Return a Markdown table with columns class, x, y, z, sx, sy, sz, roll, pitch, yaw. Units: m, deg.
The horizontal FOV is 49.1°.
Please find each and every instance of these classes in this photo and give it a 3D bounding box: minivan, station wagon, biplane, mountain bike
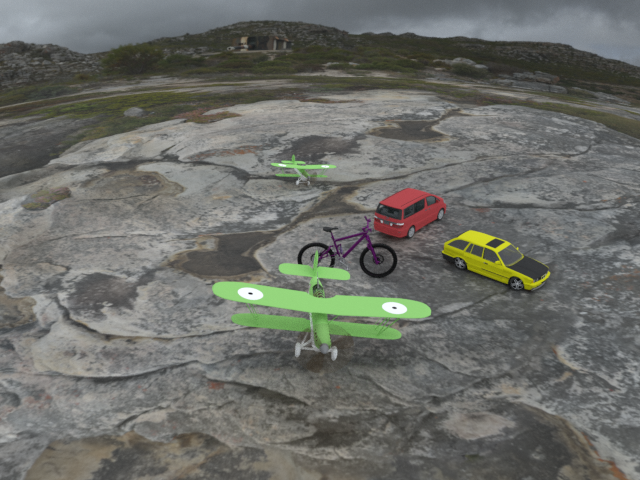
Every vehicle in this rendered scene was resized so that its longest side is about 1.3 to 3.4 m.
| class | x | y | z | sx | sy | sz | roll | pitch | yaw |
| --- | --- | --- | --- | --- | --- | --- | --- | --- | --- |
| minivan | 1.565 | -0.533 | 11.910 | 0.681 | 0.616 | 1.548 | 20 | 32 | 35 |
| station wagon | 2.620 | 0.265 | 10.431 | 1.597 | 0.473 | 0.682 | 22 | 34 | 38 |
| biplane | -0.367 | -1.384 | 13.789 | 1.336 | 0.504 | 1.090 | -9 | 27 | -18 |
| mountain bike | 0.401 | 0.159 | 10.199 | 1.469 | 0.868 | 0.573 | 1 | 26 | 2 |
| biplane | 0.022 | 0.819 | 8.711 | 2.598 | 0.981 | 2.120 | -2 | 26 | -3 |
